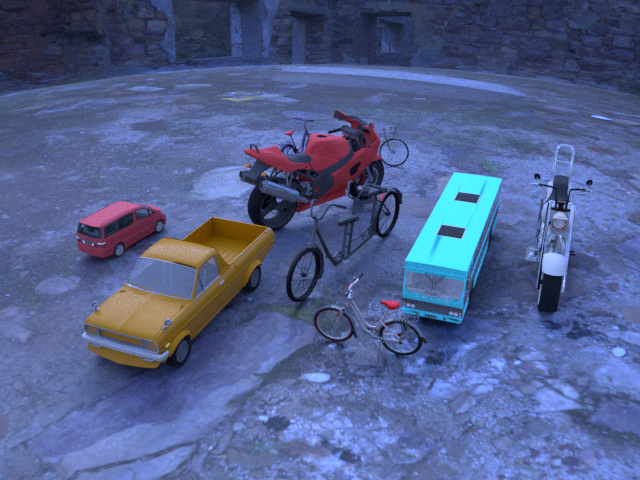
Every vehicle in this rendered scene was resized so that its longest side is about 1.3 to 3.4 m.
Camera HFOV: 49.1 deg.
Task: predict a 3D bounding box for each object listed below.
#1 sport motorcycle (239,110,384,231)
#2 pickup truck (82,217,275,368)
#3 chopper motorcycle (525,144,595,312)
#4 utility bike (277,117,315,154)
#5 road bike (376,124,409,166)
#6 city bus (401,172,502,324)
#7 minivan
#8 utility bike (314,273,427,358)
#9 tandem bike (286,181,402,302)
[{"bbox_3d":[-0.015,-1.171,11.806,2.955,1.596,0.983,-20,34,-34],"label":"sport motorcycle"},{"bbox_3d":[-1.738,0.491,9.255,1.244,0.993,3.117,11,29,20],"label":"pickup truck"},{"bbox_3d":[3.430,-0.250,10.156,0.906,1.480,3.040,8,29,16],"label":"chopper motorcycle"},{"bbox_3d":[-0.441,-1.957,14.028,0.535,0.946,1.435,20,34,34],"label":"utility bike"},{"bbox_3d":[1.011,-1.893,14.007,1.545,0.852,0.358,4,28,7],"label":"road bike"},{"bbox_3d":[2.003,0.025,10.261,0.926,0.894,3.255,10,29,18],"label":"city bus"},{"bbox_3d":[-3.121,-0.260,11.114,0.681,0.616,1.548,14,31,25],"label":"minivan"},{"bbox_3d":[0.580,0.958,8.405,1.435,0.946,0.535,9,29,17],"label":"utility bike"},{"bbox_3d":[0.453,-0.224,10.272,0.550,1.326,3.192,17,32,29],"label":"tandem bike"}]
